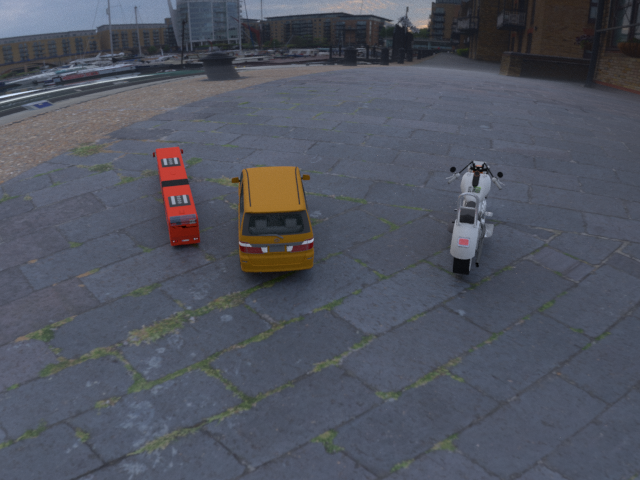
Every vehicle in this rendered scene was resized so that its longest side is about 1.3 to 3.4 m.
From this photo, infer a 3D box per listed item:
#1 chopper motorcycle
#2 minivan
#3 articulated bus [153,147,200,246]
[{"bbox_3d":[2.463,-0.614,11.219,0.906,1.480,3.040,8,29,14],"label":"chopper motorcycle"},{"bbox_3d":[-0.769,-0.557,11.413,1.324,1.197,3.011,-3,28,-5],"label":"minivan"},{"bbox_3d":[-2.614,-0.878,12.697,0.605,0.561,3.401,-7,29,-13],"label":"articulated bus"}]
